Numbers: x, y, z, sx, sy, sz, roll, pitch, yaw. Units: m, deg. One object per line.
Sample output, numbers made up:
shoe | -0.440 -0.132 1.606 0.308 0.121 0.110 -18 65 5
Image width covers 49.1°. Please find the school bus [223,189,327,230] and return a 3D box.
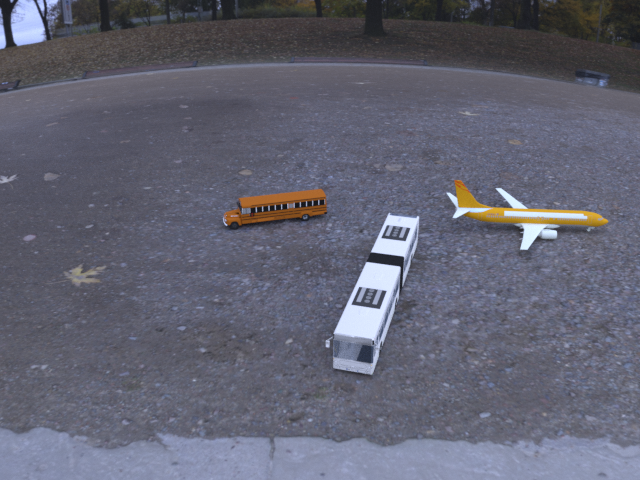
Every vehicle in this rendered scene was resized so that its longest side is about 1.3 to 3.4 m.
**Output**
school bus | -0.746 -0.518 11.547 1.708 0.434 0.365 -7 28 -14

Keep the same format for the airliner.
airliner | 3.340 -0.537 11.150 2.541 0.835 2.257 2 28 3

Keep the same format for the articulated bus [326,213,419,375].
articulated bus | 0.818 0.567 9.330 0.605 0.561 3.401 7 28 14
